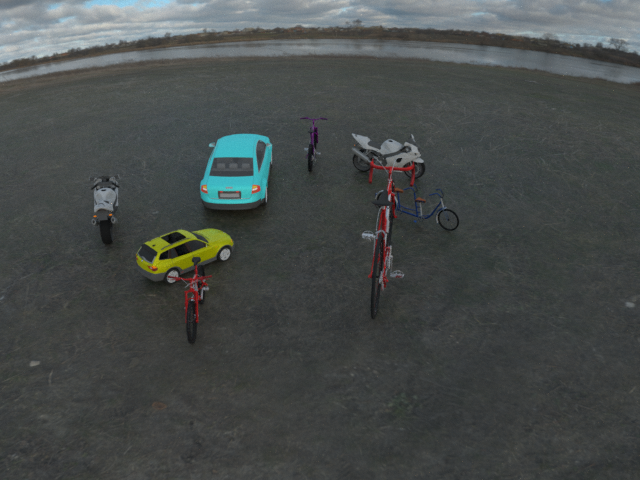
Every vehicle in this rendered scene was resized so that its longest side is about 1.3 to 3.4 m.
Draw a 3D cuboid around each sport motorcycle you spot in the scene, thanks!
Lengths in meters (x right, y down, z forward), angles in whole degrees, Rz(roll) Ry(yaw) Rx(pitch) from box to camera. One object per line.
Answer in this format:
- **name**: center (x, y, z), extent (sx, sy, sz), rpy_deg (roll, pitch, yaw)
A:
- **sport motorcycle**: center (1.348, -1.673, 13.850), extent (1.520, 0.821, 0.506), rpy_deg (10, 30, 18)
- **sport motorcycle**: center (-3.604, -0.551, 11.808), extent (0.506, 0.821, 1.520), rpy_deg (-6, 29, -11)

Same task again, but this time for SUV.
- **SUV**: center (-2.070, 0.143, 10.796), extent (1.572, 0.580, 0.656), rpy_deg (-24, 37, -37)

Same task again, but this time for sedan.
- **sedan**: center (-1.555, -1.494, 13.400), extent (1.235, 0.940, 3.137), rpy_deg (0, 29, 0)

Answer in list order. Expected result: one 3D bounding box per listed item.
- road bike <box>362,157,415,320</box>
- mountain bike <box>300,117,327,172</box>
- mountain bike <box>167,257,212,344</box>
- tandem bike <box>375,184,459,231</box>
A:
- **road bike**: center (0.946, -0.152, 10.216), extent (0.696, 1.656, 3.004), rpy_deg (5, 29, 9)
- **mountain bike**: center (-0.152, -2.008, 14.410), extent (0.573, 0.868, 1.469), rpy_deg (2, 29, 4)
- **mountain bike**: center (-1.684, 0.717, 9.454), extent (0.573, 0.868, 1.469), rpy_deg (-1, 29, -1)
- **tandem bike**: center (1.665, -0.633, 12.103), extent (1.642, 0.682, 0.283), rpy_deg (19, 34, 30)
